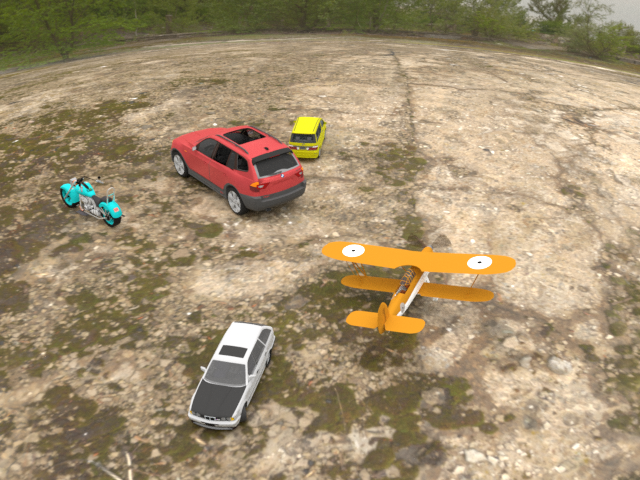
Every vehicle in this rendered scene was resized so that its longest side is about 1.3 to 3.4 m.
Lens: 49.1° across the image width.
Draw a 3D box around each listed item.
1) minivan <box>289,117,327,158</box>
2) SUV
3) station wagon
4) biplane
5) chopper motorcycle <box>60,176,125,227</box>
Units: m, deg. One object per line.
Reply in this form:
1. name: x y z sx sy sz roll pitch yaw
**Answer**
1. minivan: -0.236 -2.136 14.032 0.681 0.616 1.548 4 31 6
2. SUV: -1.512 -1.456 12.389 1.276 1.128 3.058 -22 37 -32
3. station wagon: -1.001 1.487 8.085 0.682 0.473 1.597 7 31 11
4. biplane: 1.094 0.599 9.081 2.598 0.981 2.120 13 33 21
5. chopper motorcycle: -3.806 -0.720 11.512 1.563 0.761 0.466 23 38 33
